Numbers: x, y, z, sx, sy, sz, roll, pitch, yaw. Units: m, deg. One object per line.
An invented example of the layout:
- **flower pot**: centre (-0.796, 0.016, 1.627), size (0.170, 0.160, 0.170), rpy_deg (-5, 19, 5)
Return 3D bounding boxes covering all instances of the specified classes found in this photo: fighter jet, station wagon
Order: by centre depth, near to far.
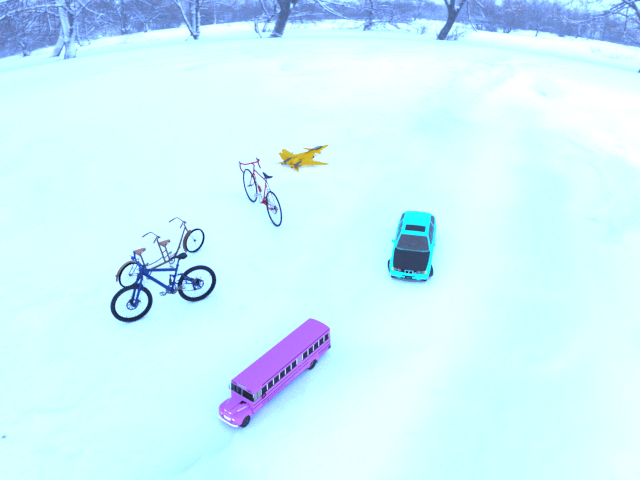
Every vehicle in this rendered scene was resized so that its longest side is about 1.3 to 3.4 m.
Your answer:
- **station wagon**: centre (1.419, 0.037, 10.571), size (0.682, 0.473, 1.597), rpy_deg (6, 32, 10)
- **fighter jet**: centre (-0.227, -1.727, 13.655), size (1.147, 0.286, 1.358), rpy_deg (22, 38, 32)

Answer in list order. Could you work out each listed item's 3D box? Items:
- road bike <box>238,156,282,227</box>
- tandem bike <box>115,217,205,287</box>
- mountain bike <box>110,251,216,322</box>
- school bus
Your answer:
- **road bike**: centre (-0.976, -0.830, 11.634), size (0.358, 0.852, 1.545), rpy_deg (-16, 35, -24)
- **tandem bike**: centre (-2.309, 0.140, 10.202), size (0.283, 0.682, 1.642), rpy_deg (23, 38, 33)
- **mountain bike**: centre (-2.075, 0.581, 9.297), size (1.469, 0.868, 0.573), rpy_deg (-17, 35, -26)
- **school bus**: centre (-0.513, 1.525, 8.160), size (0.365, 0.434, 1.708), rpy_deg (22, 37, 31)
